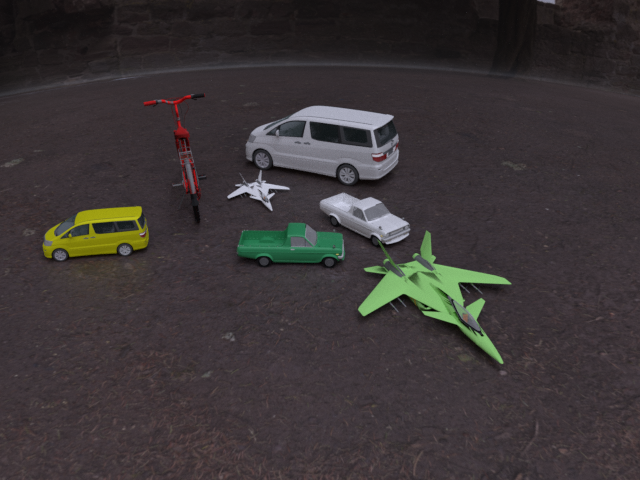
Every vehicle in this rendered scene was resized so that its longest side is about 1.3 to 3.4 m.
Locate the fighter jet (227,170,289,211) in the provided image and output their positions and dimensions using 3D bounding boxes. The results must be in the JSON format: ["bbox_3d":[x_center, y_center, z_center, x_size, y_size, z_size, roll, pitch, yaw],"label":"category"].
[{"bbox_3d":[-1.060,-0.866,12.474,1.147,0.286,1.358,-10,29,-19],"label":"fighter jet"}]

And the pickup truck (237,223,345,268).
[{"bbox_3d":[-0.425,0.048,10.434,1.603,0.511,0.640,1,27,2],"label":"pickup truck"}]

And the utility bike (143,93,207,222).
[{"bbox_3d":[-2.389,-1.483,11.975,1.039,1.839,2.791,-6,28,-12],"label":"utility bike"}]

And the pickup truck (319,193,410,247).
[{"bbox_3d":[0.705,-0.403,11.320,0.640,0.511,1.603,-21,34,-36],"label":"pickup truck"}]

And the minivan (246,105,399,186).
[{"bbox_3d":[-0.008,-1.937,13.574,3.011,1.197,1.324,13,30,23],"label":"minivan"}]

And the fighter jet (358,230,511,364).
[{"bbox_3d":[1.631,0.712,9.082,2.229,0.557,2.640,-10,29,-19],"label":"fighter jet"}]

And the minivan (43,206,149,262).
[{"bbox_3d":[-3.417,-0.116,10.641,1.548,0.616,0.681,-5,27,-9],"label":"minivan"}]
